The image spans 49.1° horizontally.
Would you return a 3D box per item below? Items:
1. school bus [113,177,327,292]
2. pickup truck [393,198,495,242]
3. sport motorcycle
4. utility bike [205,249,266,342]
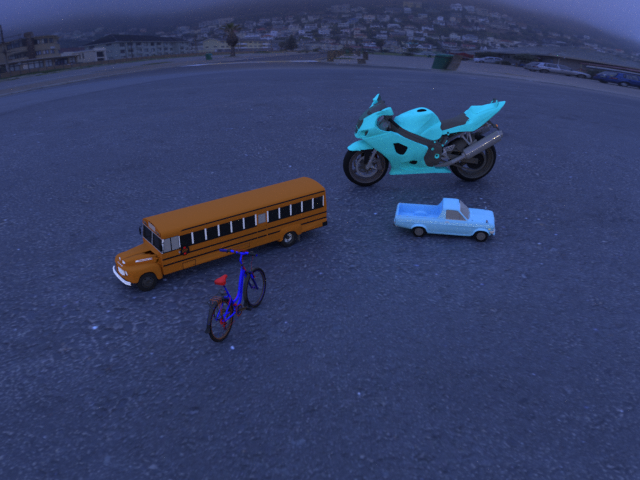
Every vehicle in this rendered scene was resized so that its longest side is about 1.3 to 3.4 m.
[{"bbox_3d":[-1.416,-0.149,10.336,3.322,0.844,0.709,-18,32,-32],"label":"school bus"},{"bbox_3d":[1.988,-0.369,11.150,1.603,0.511,0.640,5,27,9],"label":"pickup truck"},{"bbox_3d":[1.883,-1.791,12.785,2.955,1.596,0.983,-3,27,-7],"label":"sport motorcycle"},{"bbox_3d":[-1.082,0.613,8.694,0.535,0.946,1.435,12,29,22],"label":"utility bike"}]
